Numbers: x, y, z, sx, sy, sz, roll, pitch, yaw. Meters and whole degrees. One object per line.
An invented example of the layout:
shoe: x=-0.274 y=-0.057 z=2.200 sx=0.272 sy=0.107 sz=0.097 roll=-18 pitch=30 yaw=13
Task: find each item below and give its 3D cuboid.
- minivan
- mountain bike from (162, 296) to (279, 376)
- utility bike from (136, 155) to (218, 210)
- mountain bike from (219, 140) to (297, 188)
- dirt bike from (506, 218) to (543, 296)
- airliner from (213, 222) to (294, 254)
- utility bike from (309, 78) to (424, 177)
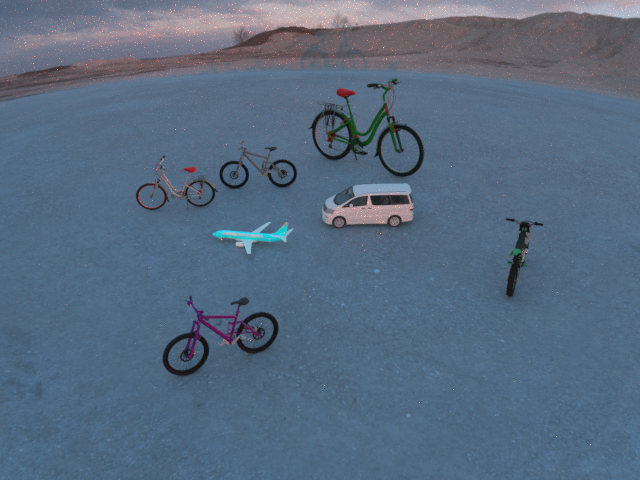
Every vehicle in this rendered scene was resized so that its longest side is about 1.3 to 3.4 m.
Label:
minivan: x=0.810 y=-0.609 z=11.943 sx=1.548 sy=0.616 sz=0.681 roll=-1 pitch=27 yaw=-2
mountain bike: x=-1.163 y=1.095 z=8.291 sx=1.469 sy=0.868 sz=0.573 roll=-14 pitch=30 yaw=-26
utility bike: x=-2.517 y=-0.961 z=12.274 sx=1.435 sy=0.946 sz=0.535 roll=-5 pitch=27 yaw=-9
mountain bike: x=-1.169 y=-1.388 z=13.206 sx=1.469 sy=0.868 sz=0.573 roll=-2 pitch=27 yaw=-4
dirt bike: x=2.882 y=0.171 z=10.131 sx=0.527 sy=0.857 sz=1.493 roll=11 pitch=29 yaw=20
airliner: x=-1.110 y=-0.141 z=11.224 sx=1.307 sy=0.429 sz=1.161 roll=5 pitch=27 yaw=11
utility bike: x=0.940 y=-2.374 z=14.080 sx=2.791 sy=1.839 sz=1.039 roll=19 pitch=32 yaw=32
